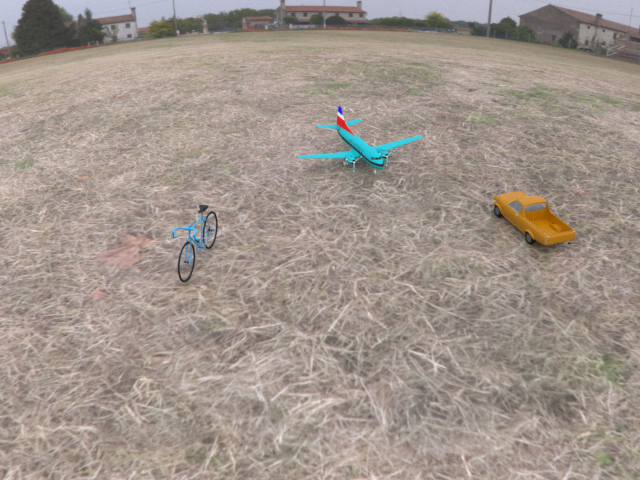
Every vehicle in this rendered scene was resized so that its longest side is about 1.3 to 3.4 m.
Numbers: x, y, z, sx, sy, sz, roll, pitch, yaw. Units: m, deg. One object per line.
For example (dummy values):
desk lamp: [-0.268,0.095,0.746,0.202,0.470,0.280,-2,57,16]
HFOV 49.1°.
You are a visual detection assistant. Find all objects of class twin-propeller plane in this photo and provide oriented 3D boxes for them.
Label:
twin-propeller plane: [0.753,-1.963,13.770,2.663,0.792,2.129,-12,33,-19]

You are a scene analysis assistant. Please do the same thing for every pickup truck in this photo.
pickup truck: [3.461,-0.402,11.412,0.640,0.511,1.603,-10,32,-16]

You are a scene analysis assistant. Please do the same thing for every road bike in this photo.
road bike: [-1.818,-0.027,10.447,0.358,0.852,1.545,7,31,11]
